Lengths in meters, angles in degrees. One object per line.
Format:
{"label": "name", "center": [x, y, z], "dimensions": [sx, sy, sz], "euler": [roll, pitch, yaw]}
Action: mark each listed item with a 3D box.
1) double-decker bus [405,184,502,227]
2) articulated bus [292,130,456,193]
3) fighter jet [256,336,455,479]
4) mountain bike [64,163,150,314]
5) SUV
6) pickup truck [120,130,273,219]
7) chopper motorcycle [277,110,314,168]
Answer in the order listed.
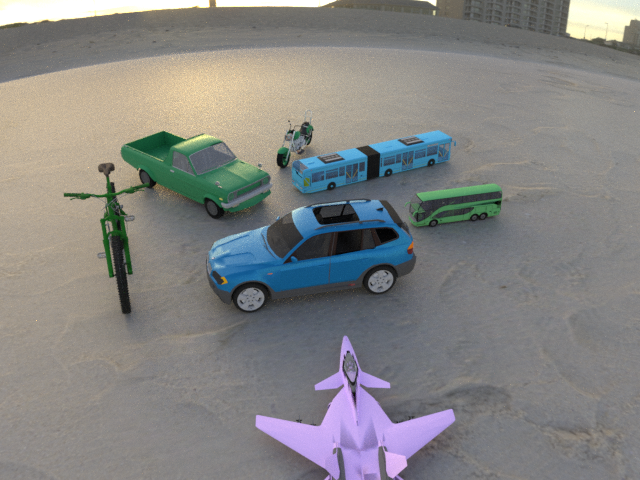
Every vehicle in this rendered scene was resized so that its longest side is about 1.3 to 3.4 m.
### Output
{"label": "double-decker bus", "center": [2.301, -0.592, 12.005], "dimensions": [1.672, 0.541, 0.389], "euler": [-8, 31, -13]}
{"label": "articulated bus", "center": [1.081, -1.538, 13.599], "dimensions": [3.401, 0.561, 0.605], "euler": [-15, 34, -24]}
{"label": "fighter jet", "center": [0.389, 1.772, 7.956], "dimensions": [2.229, 0.557, 2.640], "euler": [-1, 30, -2]}
{"label": "mountain bike", "center": [-2.998, -0.209, 10.218], "dimensions": [1.114, 1.688, 2.857], "euler": [-9, 31, -14]}
{"label": "SUV", "center": [-0.130, 0.130, 10.192], "dimensions": [3.058, 1.128, 1.276], "euler": [-7, 31, -12]}
{"label": "pickup truck", "center": [-2.329, -1.389, 12.919], "dimensions": [3.117, 0.993, 1.244], "euler": [24, 38, 34]}
{"label": "chopper motorcycle", "center": [-0.507, -2.080, 14.327], "dimensions": [0.466, 0.761, 1.563], "euler": [12, 32, 19]}
